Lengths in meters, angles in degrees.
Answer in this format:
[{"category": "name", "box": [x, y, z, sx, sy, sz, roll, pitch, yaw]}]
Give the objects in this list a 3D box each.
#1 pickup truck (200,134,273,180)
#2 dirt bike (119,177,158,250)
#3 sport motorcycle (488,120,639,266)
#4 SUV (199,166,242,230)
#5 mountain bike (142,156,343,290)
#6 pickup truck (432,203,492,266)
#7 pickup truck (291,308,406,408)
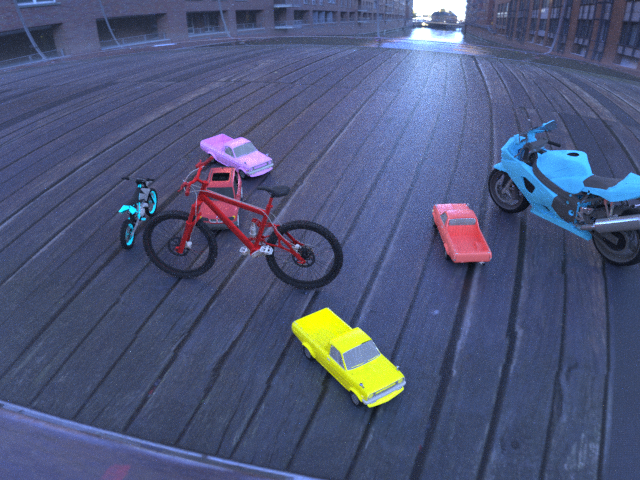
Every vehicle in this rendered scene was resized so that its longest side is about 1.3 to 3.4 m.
[{"category": "pickup truck", "box": [-1.587, -1.645, 13.192, 0.640, 0.511, 1.603, -26, 40, -35]}, {"category": "dirt bike", "box": [-2.869, -0.520, 11.026, 0.527, 0.857, 1.493, 4, 32, 7]}, {"category": "sport motorcycle", "box": [3.807, -0.745, 10.686, 0.983, 1.596, 2.955, -23, 38, -32]}, {"category": "SUV", "box": [-1.643, -0.720, 11.616, 0.656, 0.580, 1.572, -1, 32, -2]}, {"category": "mountain bike", "box": [-1.093, -0.118, 9.576, 2.857, 1.688, 1.114, 5, 32, 8]}, {"category": "pickup truck", "box": [2.160, -0.155, 10.763, 0.640, 0.511, 1.603, -2, 32, -3]}, {"category": "pickup truck", "box": [0.311, 1.328, 8.345, 0.640, 0.511, 1.603, -20, 37, -29]}]
